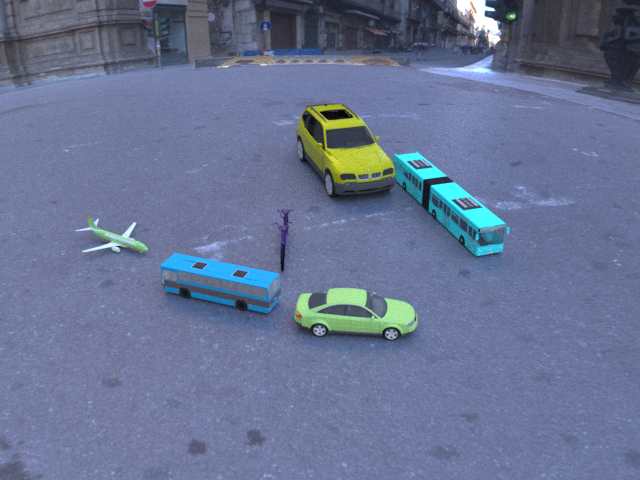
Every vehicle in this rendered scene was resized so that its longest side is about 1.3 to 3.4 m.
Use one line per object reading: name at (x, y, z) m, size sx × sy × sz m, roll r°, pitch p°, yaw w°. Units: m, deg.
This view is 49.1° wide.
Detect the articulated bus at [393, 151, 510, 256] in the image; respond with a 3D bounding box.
articulated bus at (2.138, -0.725, 12.181) m, size 0.605 × 0.561 × 3.401 m, roll -8°, pitch 29°, yaw -16°

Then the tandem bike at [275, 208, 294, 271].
tandem bike at (-0.555, -0.146, 10.959) m, size 0.283 × 0.682 × 1.642 m, roll 0°, pitch 28°, yaw 0°

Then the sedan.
sedan at (0.470, 0.924, 9.152) m, size 1.613 × 0.483 × 0.635 m, roll 3°, pitch 28°, yaw 5°

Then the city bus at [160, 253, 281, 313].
city bus at (-1.390, 0.610, 9.769) m, size 1.674 × 0.460 × 0.476 m, roll 10°, pitch 30°, yaw 18°

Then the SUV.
SUV at (0.429, -1.825, 13.653) m, size 1.276 × 1.128 × 3.058 m, roll -9°, pitch 29°, yaw -16°

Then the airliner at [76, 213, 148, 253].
airliner at (-3.250, -0.103, 11.148) m, size 1.307 × 0.429 × 1.161 m, roll 15°, pitch 31°, yaw 26°
